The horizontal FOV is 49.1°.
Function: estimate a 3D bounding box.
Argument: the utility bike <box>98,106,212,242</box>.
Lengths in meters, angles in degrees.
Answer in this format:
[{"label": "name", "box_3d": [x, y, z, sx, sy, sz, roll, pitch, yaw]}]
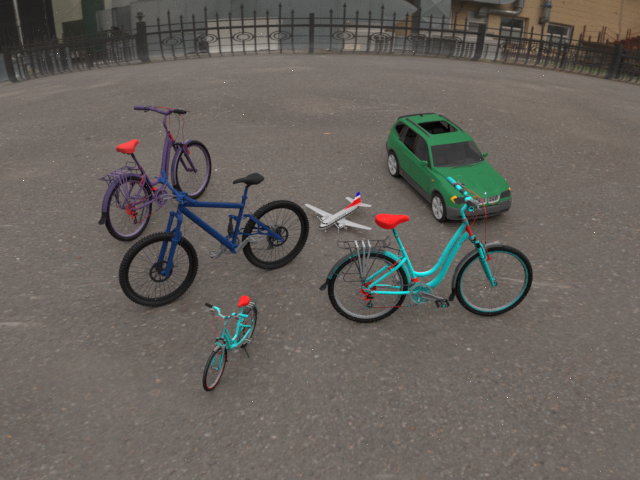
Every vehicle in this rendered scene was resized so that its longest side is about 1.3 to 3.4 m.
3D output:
[{"label": "utility bike", "box_3d": [-2.720, -1.198, 11.350, 1.039, 1.839, 2.791, 15, 33, 24]}]

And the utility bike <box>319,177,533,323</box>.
[{"label": "utility bike", "box_3d": [1.371, 0.176, 8.927, 2.791, 1.839, 1.039, -2, 30, -4]}]

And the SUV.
[{"label": "SUV", "box_3d": [2.196, -1.366, 12.367, 1.276, 1.128, 3.058, -9, 31, -16]}]

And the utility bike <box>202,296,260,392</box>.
[{"label": "utility bike", "box_3d": [-0.989, 1.090, 8.222, 0.535, 0.946, 1.435, 10, 31, 18]}]

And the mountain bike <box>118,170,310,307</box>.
[{"label": "mountain bike", "box_3d": [-1.386, -0.098, 9.565, 2.857, 1.688, 1.114, -17, 34, -28]}]

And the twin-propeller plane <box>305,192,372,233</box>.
[{"label": "twin-propeller plane", "box_3d": [0.344, -0.451, 11.484, 1.370, 0.407, 1.095, 22, 36, 34]}]
